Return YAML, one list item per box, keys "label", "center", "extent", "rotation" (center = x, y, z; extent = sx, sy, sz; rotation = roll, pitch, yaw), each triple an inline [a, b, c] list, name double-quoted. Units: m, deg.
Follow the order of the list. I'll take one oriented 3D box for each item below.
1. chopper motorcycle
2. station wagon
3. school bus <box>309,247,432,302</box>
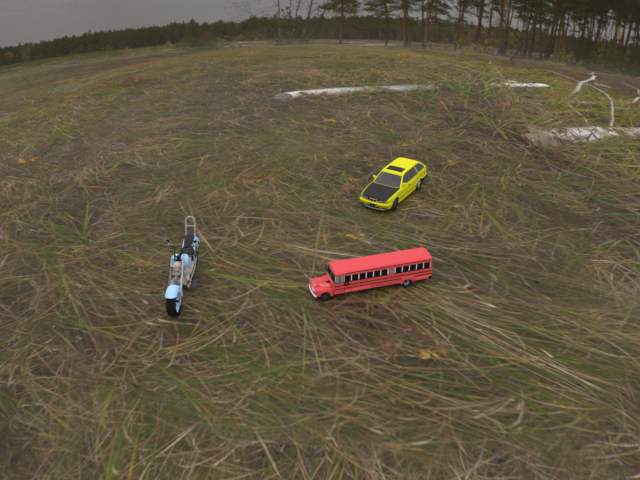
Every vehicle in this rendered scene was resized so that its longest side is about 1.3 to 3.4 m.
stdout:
- label: "chopper motorcycle"
  center: [-1.874, 0.337, 9.508]
  extent: [0.466, 0.761, 1.563]
  rotation: [1, 30, 2]
- label: "station wagon"
  center: [1.286, -1.013, 12.157]
  extent: [0.682, 0.473, 1.597]
  rotation: [17, 34, 27]
- label: "school bus"
  center: [0.696, 0.460, 9.623]
  extent: [1.708, 0.434, 0.365]
  rotation: [-9, 31, -15]
